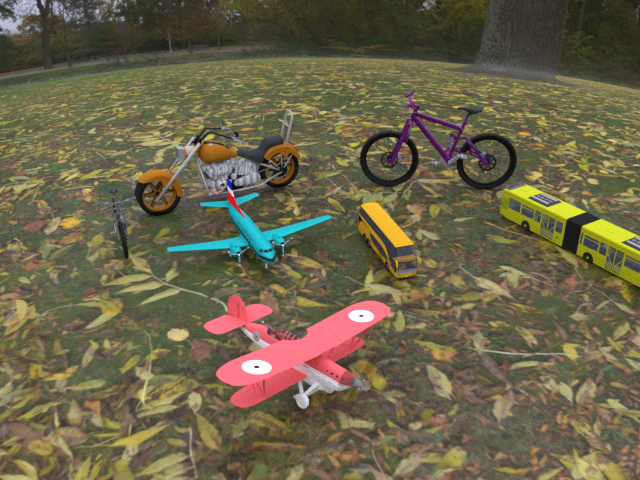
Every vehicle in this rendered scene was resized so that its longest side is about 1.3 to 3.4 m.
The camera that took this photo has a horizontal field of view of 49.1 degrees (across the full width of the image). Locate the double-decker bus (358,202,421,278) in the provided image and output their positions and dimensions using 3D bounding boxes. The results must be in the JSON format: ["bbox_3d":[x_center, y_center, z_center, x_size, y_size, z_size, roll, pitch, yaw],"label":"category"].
[{"bbox_3d":[1.026,-0.001,10.744,0.389,0.541,1.672,-9,30,-15],"label":"double-decker bus"}]

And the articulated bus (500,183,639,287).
[{"bbox_3d":[4.178,-0.026,10.769,0.605,0.561,3.401,-17,33,-28],"label":"articulated bus"}]

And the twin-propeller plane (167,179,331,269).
[{"bbox_3d":[-1.121,-0.251,10.942,2.663,0.792,2.129,-12,31,-21],"label":"twin-propeller plane"}]

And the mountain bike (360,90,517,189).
[{"bbox_3d":[2.160,-1.731,12.719,2.857,1.688,1.114,2,29,4],"label":"mountain bike"}]

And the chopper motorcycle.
[{"bbox_3d":[-1.751,-1.370,12.275,3.040,1.480,0.906,-13,31,-23],"label":"chopper motorcycle"}]

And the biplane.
[{"bbox_3d":[-0.321,1.226,8.036,2.120,0.981,2.598,23,36,36],"label":"biplane"}]

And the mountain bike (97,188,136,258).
[{"bbox_3d":[-3.174,-0.344,11.032,0.573,0.868,1.469,-10,30,-18],"label":"mountain bike"}]
